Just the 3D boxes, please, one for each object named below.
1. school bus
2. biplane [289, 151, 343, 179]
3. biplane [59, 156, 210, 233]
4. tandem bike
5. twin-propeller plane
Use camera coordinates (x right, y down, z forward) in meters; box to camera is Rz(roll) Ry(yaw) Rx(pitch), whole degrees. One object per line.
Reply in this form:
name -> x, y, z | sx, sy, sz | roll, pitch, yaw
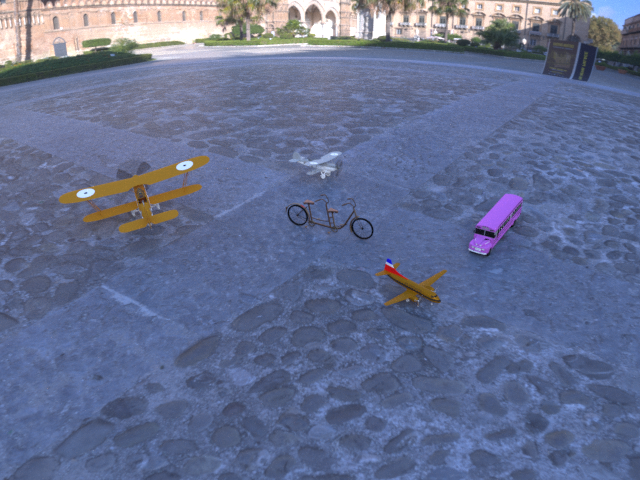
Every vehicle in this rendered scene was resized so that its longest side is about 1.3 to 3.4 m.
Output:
school bus -> 2.972, -0.266, 11.811 | 0.365, 0.434, 1.708 | 17, 33, 28
biplane -> -0.066, -1.531, 14.003 | 1.090, 0.504, 1.336 | 14, 32, 24
biplane -> -3.075, -0.665, 11.965 | 2.598, 0.981, 2.120 | -10, 31, -17
tandem bike -> 0.145, -0.437, 11.863 | 1.642, 0.682, 0.283 | 13, 32, 21
twin-propeller plane -> 1.343, 0.623, 10.248 | 1.370, 0.407, 1.095 | -24, 37, -36
